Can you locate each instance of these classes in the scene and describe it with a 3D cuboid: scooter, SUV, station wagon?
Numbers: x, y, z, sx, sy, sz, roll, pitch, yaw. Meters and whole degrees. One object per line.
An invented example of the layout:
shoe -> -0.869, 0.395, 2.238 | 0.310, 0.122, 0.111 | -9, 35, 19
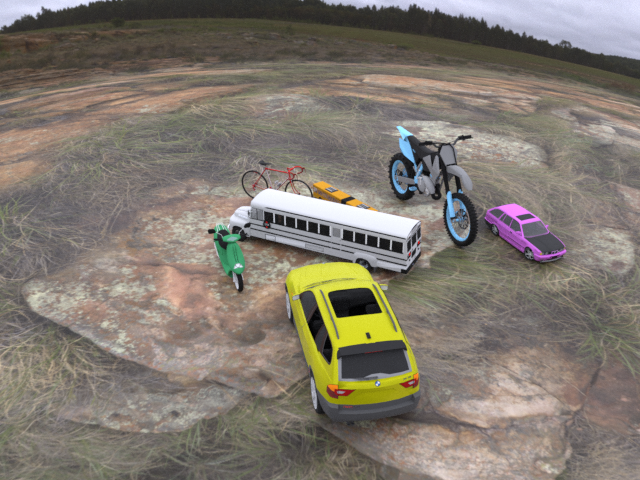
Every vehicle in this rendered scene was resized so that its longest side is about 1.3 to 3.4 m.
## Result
scooter -> -1.410, 0.121, 10.815 | 0.662, 0.919, 1.399 | -10, 30, -18
SUV -> 0.337, 1.039, 8.899 | 1.276, 1.128, 3.058 | -6, 29, -10
station wagon -> 3.460, -0.168, 11.817 | 0.682, 0.473, 1.597 | -11, 30, -20

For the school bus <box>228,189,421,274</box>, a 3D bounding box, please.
school bus -> -0.013, -0.190, 11.470 | 3.322, 0.844, 0.709 | 13, 31, 23

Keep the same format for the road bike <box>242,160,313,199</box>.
road bike -> -0.815, -1.053, 13.056 | 1.545, 0.852, 0.358 | 14, 31, 24

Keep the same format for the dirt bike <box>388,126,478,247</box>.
dirt bike -> 1.960, -1.101, 12.288 | 1.024, 1.666, 2.903 | -11, 30, -20

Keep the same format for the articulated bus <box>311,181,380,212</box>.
articulated bus -> 0.467, -0.673, 12.945 | 0.311, 0.289, 1.749 | -20, 34, -32
